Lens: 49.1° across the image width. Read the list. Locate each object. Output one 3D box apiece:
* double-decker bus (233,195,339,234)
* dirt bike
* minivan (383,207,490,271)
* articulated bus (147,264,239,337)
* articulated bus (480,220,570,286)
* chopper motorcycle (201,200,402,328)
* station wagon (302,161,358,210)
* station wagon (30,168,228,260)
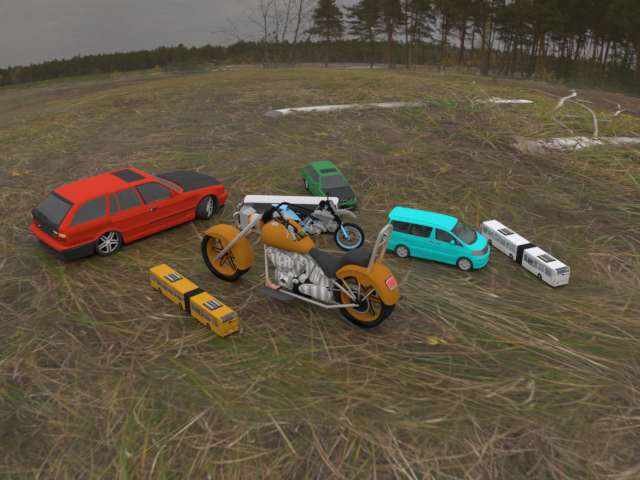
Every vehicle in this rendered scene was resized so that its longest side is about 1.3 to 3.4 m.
[{"bbox_3d":[-0.526,-0.413,11.158,1.672,0.541,0.389,2,27,3],"label":"double-decker bus"},{"bbox_3d":[-0.070,-0.247,10.469,1.493,0.857,0.527,4,27,7],"label":"dirt bike"},{"bbox_3d":[1.727,-0.038,10.321,1.548,0.616,0.681,12,29,22],"label":"minivan"},{"bbox_3d":[-1.671,0.755,9.092,0.311,0.289,1.749,-22,34,-37],"label":"articulated bus"},{"bbox_3d":[2.970,0.165,10.279,0.311,0.289,1.749,-11,28,-21],"label":"articulated bus"},{"bbox_3d":[-0.350,0.148,8.976,3.040,1.480,0.906,17,31,30],"label":"chopper motorcycle"},{"bbox_3d":[0.161,-0.999,12.410,0.682,0.473,1.597,-8,28,-16],"label":"station wagon"},{"bbox_3d":[-2.946,-0.626,11.159,3.105,0.920,1.327,-24,35,-39],"label":"station wagon"}]
